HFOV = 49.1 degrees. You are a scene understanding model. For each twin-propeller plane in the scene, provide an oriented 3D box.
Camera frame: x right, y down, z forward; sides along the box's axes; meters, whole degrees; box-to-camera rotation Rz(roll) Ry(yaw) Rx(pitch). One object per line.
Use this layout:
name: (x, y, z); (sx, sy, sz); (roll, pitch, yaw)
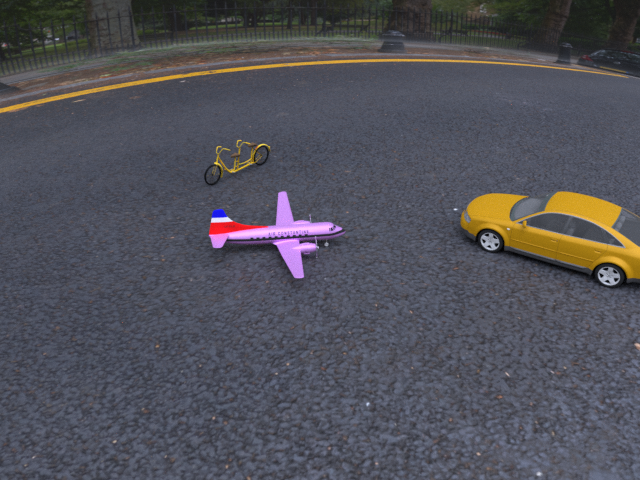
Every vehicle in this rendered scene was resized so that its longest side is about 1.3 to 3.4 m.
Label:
twin-propeller plane: (-0.652, -0.184, 10.854); (2.129, 0.792, 2.663); (-4, 31, -7)

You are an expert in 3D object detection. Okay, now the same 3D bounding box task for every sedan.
sedan: (3.717, -0.201, 10.738); (3.137, 0.940, 1.235); (18, 35, 27)

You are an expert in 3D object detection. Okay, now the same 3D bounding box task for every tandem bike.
tandem bike: (-1.548, -1.553, 13.234); (0.283, 0.682, 1.642); (26, 40, 36)
